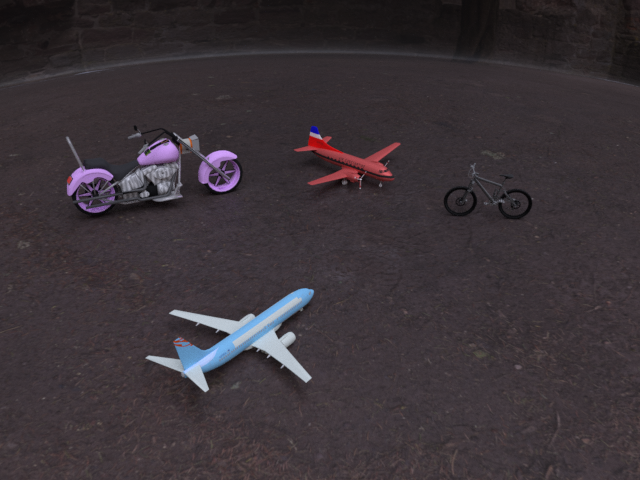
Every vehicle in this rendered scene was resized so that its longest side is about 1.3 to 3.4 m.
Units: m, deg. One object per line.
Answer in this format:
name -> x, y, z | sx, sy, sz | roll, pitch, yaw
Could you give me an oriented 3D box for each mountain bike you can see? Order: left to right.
mountain bike -> 2.835, -0.768, 11.764 | 1.469, 0.868, 0.573 | 3, 29, 6

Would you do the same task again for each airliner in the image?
airliner -> -0.855, 0.988, 8.644 | 2.257, 0.835, 2.541 | 20, 35, 32

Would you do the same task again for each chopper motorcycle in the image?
chopper motorcycle -> -2.816, -1.285, 12.063 | 3.040, 1.480, 0.906 | -13, 32, -23

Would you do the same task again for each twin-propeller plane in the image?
twin-propeller plane -> 0.556, -1.578, 13.296 | 2.129, 0.792, 2.663 | 23, 37, 36
